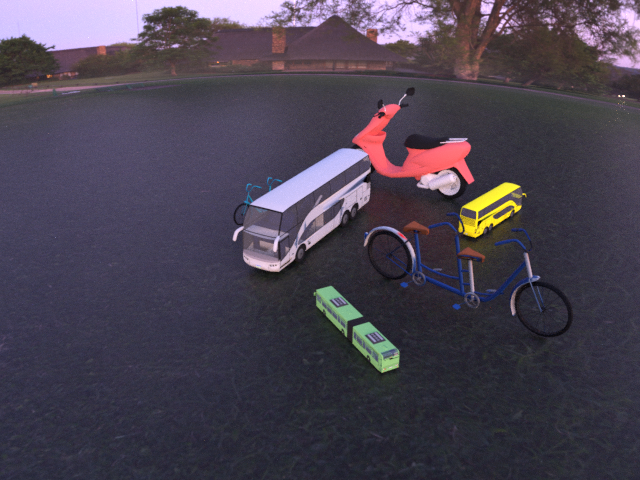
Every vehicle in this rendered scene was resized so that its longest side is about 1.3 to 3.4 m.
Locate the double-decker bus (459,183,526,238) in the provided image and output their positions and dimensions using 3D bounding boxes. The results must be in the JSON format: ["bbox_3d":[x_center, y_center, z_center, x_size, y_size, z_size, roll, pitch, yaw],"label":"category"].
[{"bbox_3d":[2.962,-0.540,12.002,0.389,0.541,1.672,22,34,37],"label":"double-decker bus"}]

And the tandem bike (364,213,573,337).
[{"bbox_3d":[1.895,0.298,9.449,3.192,1.326,0.550,20,33,35],"label":"tandem bike"}]

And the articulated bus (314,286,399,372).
[{"bbox_3d":[0.442,1.107,8.990,0.311,0.289,1.749,-13,29,-24],"label":"articulated bus"}]

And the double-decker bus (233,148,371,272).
[{"bbox_3d":[-0.154,-0.537,11.424,0.756,1.052,3.251,14,30,26],"label":"double-decker bus"}]

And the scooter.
[{"bbox_3d":[1.665,-1.829,13.188,2.721,1.786,1.288,18,32,32],"label":"scooter"}]

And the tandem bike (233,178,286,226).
[{"bbox_3d":[-0.905,-0.766,12.296,0.283,0.682,1.642,22,34,37],"label":"tandem bike"}]
